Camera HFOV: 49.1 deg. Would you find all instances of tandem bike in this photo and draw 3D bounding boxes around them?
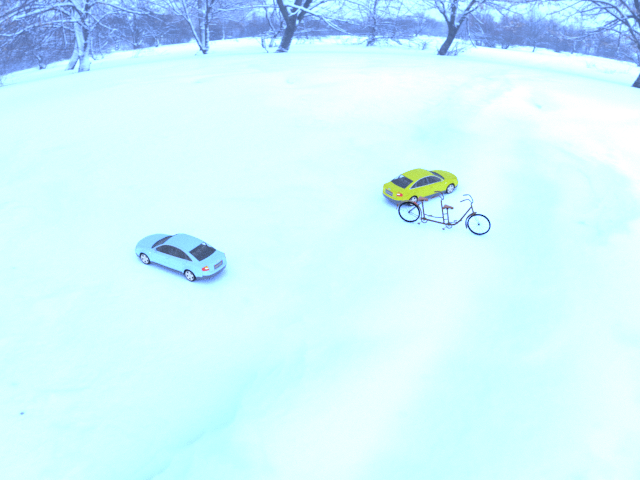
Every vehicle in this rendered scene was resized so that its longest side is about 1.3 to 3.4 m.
[{"bbox_3d":[2.087,-0.497,11.866,1.642,0.682,0.283,12,32,19],"label":"tandem bike"}]

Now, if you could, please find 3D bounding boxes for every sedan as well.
[{"bbox_3d":[1.900,-1.070,13.065,1.613,0.483,0.635,-18,35,-29],"label":"sedan"},{"bbox_3d":[-2.192,0.177,10.889,1.613,0.483,0.635,17,34,27],"label":"sedan"}]
